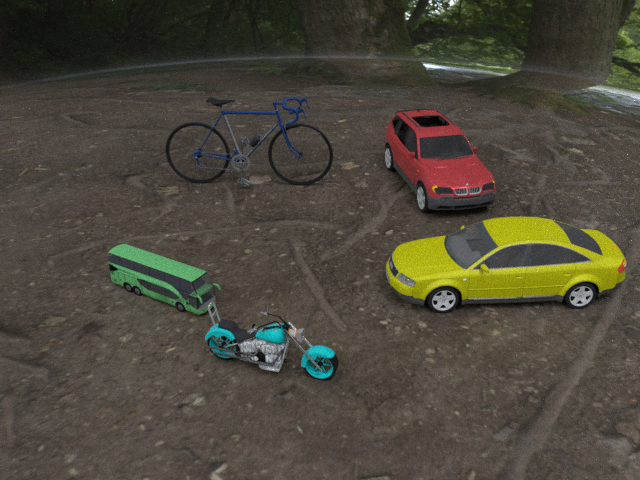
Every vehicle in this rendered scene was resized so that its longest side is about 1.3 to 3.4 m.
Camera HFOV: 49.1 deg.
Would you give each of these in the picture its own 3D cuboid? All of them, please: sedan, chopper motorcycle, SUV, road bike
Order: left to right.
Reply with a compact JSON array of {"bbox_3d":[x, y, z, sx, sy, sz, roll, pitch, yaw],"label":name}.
[{"bbox_3d":[-1.267,-1.751,12.381,3.004,1.656,0.697,1,28,3],"label":"road bike"},{"bbox_3d":[-0.562,1.132,7.860,1.563,0.761,0.466,8,29,14],"label":"chopper motorcycle"},{"bbox_3d":[2.055,-1.490,12.453,1.276,1.128,3.058,-6,28,-11],"label":"SUV"},{"bbox_3d":[2.457,0.247,9.351,3.137,0.940,1.235,-2,28,-3],"label":"sedan"}]

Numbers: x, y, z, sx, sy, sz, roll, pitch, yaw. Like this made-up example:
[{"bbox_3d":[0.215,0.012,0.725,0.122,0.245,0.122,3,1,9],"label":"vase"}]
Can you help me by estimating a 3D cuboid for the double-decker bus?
[{"bbox_3d":[-2.087,0.520,9.259,1.672,0.541,0.389,16,32,27],"label":"double-decker bus"}]
